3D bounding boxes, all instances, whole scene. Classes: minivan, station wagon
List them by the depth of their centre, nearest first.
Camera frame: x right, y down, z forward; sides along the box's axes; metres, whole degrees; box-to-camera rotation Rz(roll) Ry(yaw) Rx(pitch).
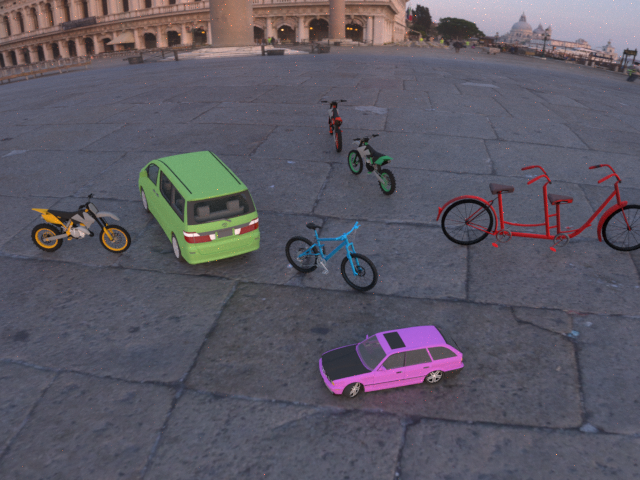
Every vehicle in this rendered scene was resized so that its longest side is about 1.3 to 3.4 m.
[{"bbox_3d":[0.786,1.315,7.846,1.597,0.473,0.682,-7,29,-13],"label":"station wagon"},{"bbox_3d":[-1.972,-0.708,10.845,1.324,1.197,3.011,-13,31,-23],"label":"minivan"}]

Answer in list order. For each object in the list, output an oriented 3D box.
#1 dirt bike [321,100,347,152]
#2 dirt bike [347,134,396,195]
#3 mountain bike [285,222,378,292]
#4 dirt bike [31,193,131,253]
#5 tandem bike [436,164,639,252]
[{"bbox_3d":[0.304,-2.400,14.350,0.527,0.857,1.493,-3,28,-6],"label":"dirt bike"},{"bbox_3d":[0.902,-1.392,12.475,0.527,0.857,1.493,-15,32,-26],"label":"dirt bike"},{"bbox_3d":[0.135,0.185,9.531,1.469,0.868,0.573,17,32,28],"label":"mountain bike"},{"bbox_3d":[-3.527,-0.197,10.253,1.493,0.857,0.527,2,28,3],"label":"dirt bike"},{"bbox_3d":[3.332,-0.459,10.246,3.192,1.326,0.550,2,28,4],"label":"tandem bike"}]
